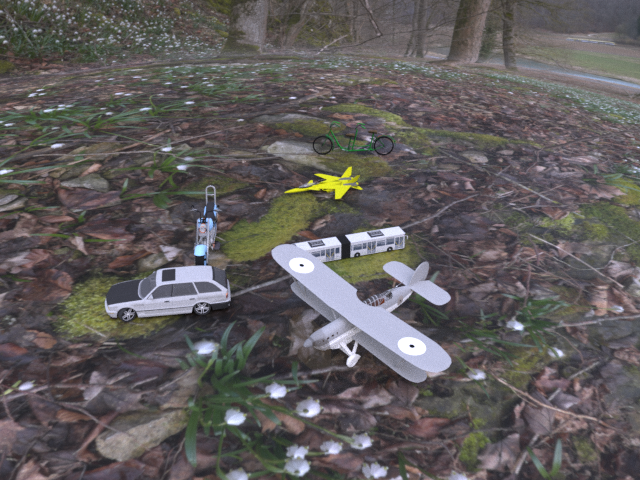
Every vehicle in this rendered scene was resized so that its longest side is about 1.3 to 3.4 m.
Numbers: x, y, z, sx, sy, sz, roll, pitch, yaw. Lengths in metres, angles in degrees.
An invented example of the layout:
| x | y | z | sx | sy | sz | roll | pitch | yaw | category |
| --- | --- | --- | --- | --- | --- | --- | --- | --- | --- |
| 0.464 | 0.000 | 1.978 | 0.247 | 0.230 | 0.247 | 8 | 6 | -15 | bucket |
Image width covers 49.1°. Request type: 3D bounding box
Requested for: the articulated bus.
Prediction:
| x | y | z | sx | sy | sz | roll | pitch | yaw | category |
| --- | --- | --- | --- | --- | --- | --- | --- | --- | --- |
| 0.431 | 0.091 | 10.311 | 1.749 | 0.289 | 0.311 | -9 | 30 | -17 | articulated bus |

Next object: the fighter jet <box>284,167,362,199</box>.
| x | y | z | sx | sy | sz | roll | pitch | yaw | category |
| --- | --- | --- | --- | --- | --- | --- | --- | --- | --- |
| 0.020 | -1.006 | 12.356 | 1.358 | 0.286 | 1.147 | -9 | 30 | -17 | fighter jet |

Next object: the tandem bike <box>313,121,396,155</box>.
| x | y | z | sx | sy | sz | roll | pitch | yaw | category |
| --- | --- | --- | --- | --- | --- | --- | --- | --- | --- |
| 0.675 | -1.988 | 13.766 | 1.642 | 0.682 | 0.283 | 0 | 28 | 1 | tandem bike |

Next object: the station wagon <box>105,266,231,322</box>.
| x | y | z | sx | sy | sz | roll | pitch | yaw | category |
| --- | --- | --- | --- | --- | --- | --- | --- | --- | --- |
| -1.973 | 0.654 | 9.069 | 1.597 | 0.473 | 0.682 | -5 | 29 | -9 | station wagon |

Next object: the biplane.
| x | y | z | sx | sy | sz | roll | pitch | yaw | category |
| --- | --- | --- | --- | --- | --- | --- | --- | --- | --- |
| 0.616 | 0.840 | 8.186 | 2.120 | 0.981 | 2.598 | -25 | 37 | -38 | biplane |

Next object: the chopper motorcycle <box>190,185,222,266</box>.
| x | y | z | sx | sy | sz | roll | pitch | yaw | category |
| --- | --- | --- | --- | --- | --- | --- | --- | --- | --- |
| -1.677 | -0.169 | 10.297 | 0.466 | 0.761 | 1.563 | 0 | 28 | -1 | chopper motorcycle |
